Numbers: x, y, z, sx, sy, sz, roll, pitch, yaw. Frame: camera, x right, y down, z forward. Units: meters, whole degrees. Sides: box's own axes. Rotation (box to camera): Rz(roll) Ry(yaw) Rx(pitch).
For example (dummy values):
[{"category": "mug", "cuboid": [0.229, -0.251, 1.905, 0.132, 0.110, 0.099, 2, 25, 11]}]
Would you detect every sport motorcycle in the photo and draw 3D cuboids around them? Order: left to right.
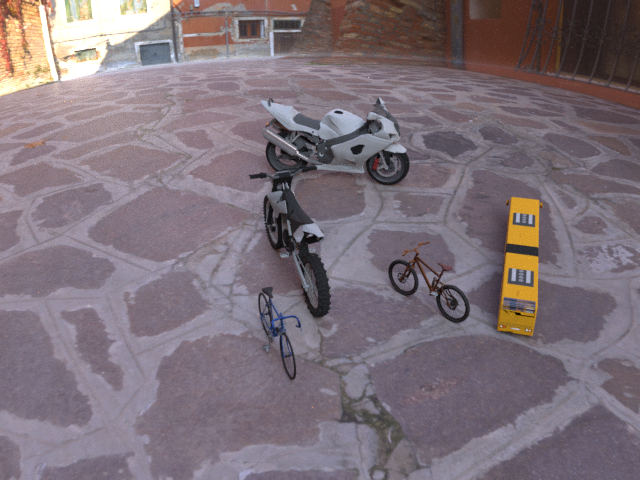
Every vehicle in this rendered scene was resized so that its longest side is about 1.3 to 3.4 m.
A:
[{"category": "sport motorcycle", "cuboid": [0.291, -1.919, 13.609, 2.955, 1.596, 0.983, 7, 30, 12]}]

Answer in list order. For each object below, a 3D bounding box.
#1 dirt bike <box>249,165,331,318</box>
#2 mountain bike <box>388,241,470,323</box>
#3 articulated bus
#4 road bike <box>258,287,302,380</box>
[{"category": "dirt bike", "cuboid": [-0.423, -0.160, 10.389, 1.024, 1.666, 2.903, -10, 31, -17]}, {"category": "mountain bike", "cuboid": [1.527, 0.579, 9.885, 0.573, 0.868, 1.469, -24, 37, -36]}, {"category": "articulated bus", "cuboid": [3.078, 0.278, 10.739, 0.605, 0.561, 3.401, 8, 30, 14]}, {"category": "road bike", "cuboid": [-0.569, 1.103, 8.964, 0.358, 0.852, 1.545, -11, 31, -18]}]
